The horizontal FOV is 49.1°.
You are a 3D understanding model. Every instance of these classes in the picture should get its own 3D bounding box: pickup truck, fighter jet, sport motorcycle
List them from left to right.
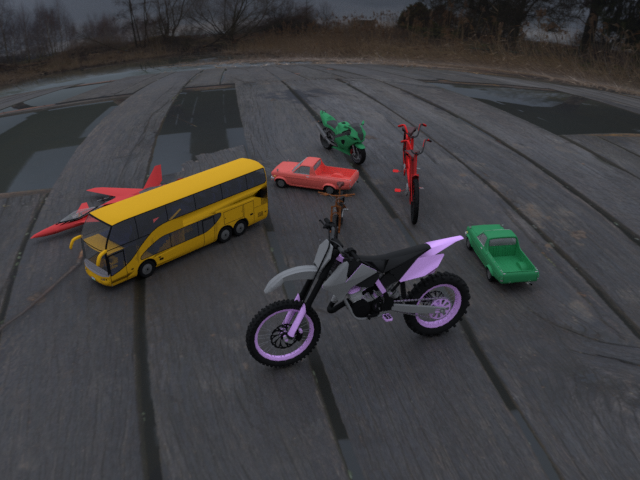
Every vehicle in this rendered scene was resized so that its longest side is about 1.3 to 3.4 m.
[{"bbox_3d":[-3.582,-0.584,11.756,2.640,0.557,2.229,-22,35,-35],"label":"fighter jet"},{"bbox_3d":[-0.098,-1.233,13.019,1.603,0.511,0.640,9,30,17],"label":"pickup truck"},{"bbox_3d":[0.456,-2.113,14.336,0.506,0.821,1.520,-18,33,-30],"label":"sport motorcycle"},{"bbox_3d":[2.683,0.155,10.421,0.640,0.511,1.603,-4,28,-7],"label":"pickup truck"}]

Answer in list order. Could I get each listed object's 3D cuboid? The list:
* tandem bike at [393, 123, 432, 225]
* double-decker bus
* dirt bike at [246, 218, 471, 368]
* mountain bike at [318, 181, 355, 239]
[{"bbox_3d":[1.635,-1.443,12.547,0.550,1.326,3.192,1,28,2],"label":"tandem bike"},{"bbox_3d":[-2.165,-0.314,10.726,0.756,1.052,3.251,24,36,37],"label":"double-decker bus"},{"bbox_3d":[0.523,0.633,8.303,2.903,1.666,1.024,-9,29,-17],"label":"dirt bike"},{"bbox_3d":[0.288,-0.464,11.202,0.573,0.868,1.469,4,28,7],"label":"mountain bike"}]
